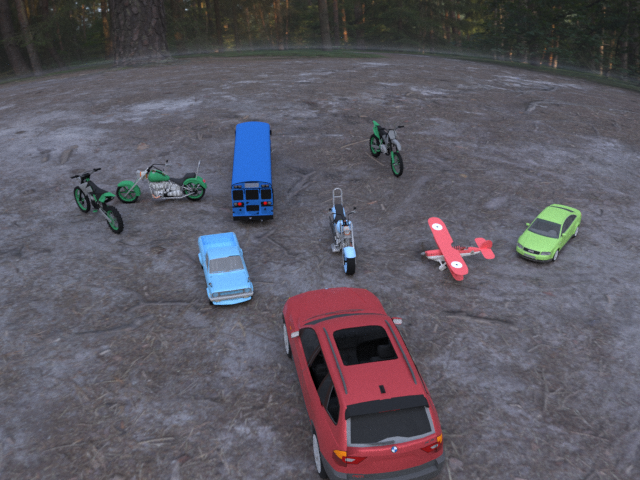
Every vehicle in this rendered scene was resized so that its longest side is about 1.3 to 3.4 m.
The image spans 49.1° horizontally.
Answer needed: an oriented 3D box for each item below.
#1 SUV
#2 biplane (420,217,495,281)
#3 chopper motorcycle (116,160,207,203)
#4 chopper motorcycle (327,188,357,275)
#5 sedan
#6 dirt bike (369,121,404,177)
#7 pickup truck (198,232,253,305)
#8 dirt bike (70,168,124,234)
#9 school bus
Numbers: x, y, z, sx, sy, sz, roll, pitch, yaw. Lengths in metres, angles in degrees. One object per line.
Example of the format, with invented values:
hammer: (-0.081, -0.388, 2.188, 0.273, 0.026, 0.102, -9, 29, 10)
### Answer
SUV: (0.372, 1.337, 7.593, 1.276, 1.128, 3.058, -6, 30, -10)
biplane: (2.009, 0.181, 10.268, 1.090, 0.504, 1.336, -5, 30, -9)
chopper motorcycle: (-2.751, -1.005, 12.104, 1.563, 0.761, 0.466, -1, 30, -2)
chopper motorcycle: (0.354, -0.145, 10.584, 0.466, 0.761, 1.563, -3, 30, -6)
sedan: (3.580, -0.165, 10.900, 0.635, 0.483, 1.613, 20, 35, 31)
dirt bike: (1.279, -1.820, 13.445, 0.527, 0.857, 1.493, -10, 31, -17)
pickup truck: (-1.372, 0.337, 9.985, 0.640, 0.511, 1.603, -7, 30, -13)
dirt bike: (-3.661, -0.669, 11.412, 1.493, 0.857, 0.527, 26, 39, 38)
school bus: (-1.204, -1.358, 12.641, 0.709, 0.844, 3.322, -2, 30, -4)
